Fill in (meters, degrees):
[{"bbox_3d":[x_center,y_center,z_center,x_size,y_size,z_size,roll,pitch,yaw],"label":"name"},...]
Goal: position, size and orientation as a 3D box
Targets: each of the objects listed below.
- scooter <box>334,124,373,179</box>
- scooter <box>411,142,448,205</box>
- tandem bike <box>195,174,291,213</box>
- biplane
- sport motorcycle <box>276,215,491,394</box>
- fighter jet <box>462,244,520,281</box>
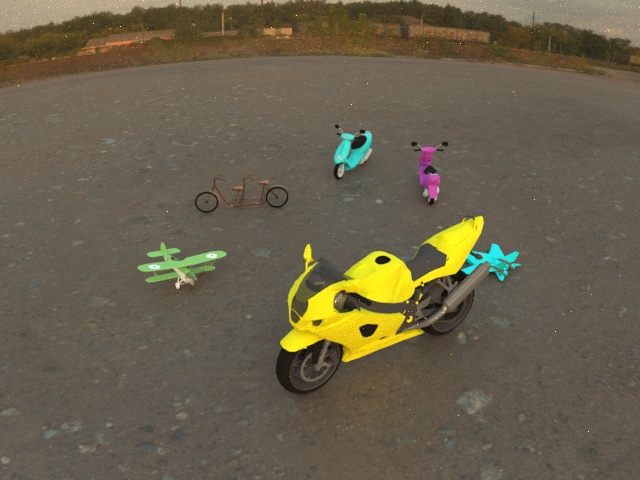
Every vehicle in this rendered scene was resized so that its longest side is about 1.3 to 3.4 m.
[{"bbox_3d":[0.646,-1.786,13.488,0.662,0.919,1.399,17,33,28],"label":"scooter"},{"bbox_3d":[1.951,-1.264,12.531,0.662,0.919,1.399,0,29,0],"label":"scooter"},{"bbox_3d":[-1.317,-0.813,11.950,1.642,0.682,0.283,-5,29,-9],"label":"tandem bike"},{"bbox_3d":[-2.010,0.354,9.989,1.336,0.504,1.090,-20,35,-33],"label":"biplane"},{"bbox_3d":[0.758,0.724,8.167,2.955,1.596,0.983,-18,33,-30],"label":"sport motorcycle"},{"bbox_3d":[2.280,0.183,10.532,1.358,0.286,1.147,22,35,34],"label":"fighter jet"}]
